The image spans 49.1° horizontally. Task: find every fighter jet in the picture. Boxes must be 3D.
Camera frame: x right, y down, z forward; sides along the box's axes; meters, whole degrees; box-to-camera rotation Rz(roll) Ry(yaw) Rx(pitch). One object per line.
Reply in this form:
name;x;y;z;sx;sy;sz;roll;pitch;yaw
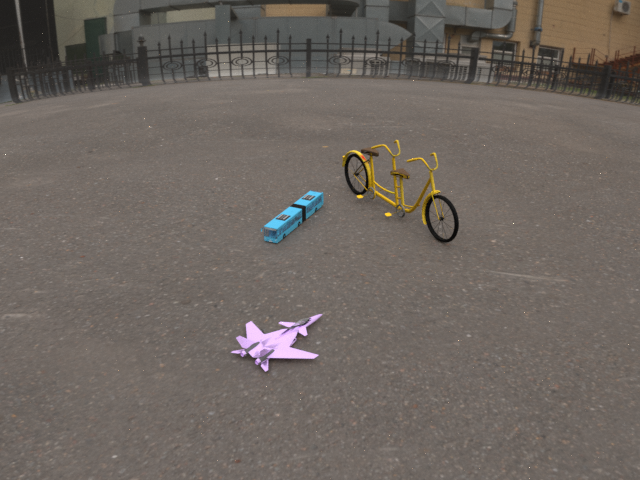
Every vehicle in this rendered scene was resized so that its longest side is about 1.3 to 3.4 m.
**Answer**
fighter jet;-0.412;1.122;8.662;1.147;0.286;1.358;21;33;36

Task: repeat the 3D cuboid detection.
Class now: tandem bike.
tandem bike;1.282;-1.027;11.862;0.550;1.326;3.192;-15;30;-28

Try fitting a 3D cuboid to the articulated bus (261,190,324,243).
articulated bus;-0.423;-0.415;11.792;0.311;0.289;1.749;12;29;23
